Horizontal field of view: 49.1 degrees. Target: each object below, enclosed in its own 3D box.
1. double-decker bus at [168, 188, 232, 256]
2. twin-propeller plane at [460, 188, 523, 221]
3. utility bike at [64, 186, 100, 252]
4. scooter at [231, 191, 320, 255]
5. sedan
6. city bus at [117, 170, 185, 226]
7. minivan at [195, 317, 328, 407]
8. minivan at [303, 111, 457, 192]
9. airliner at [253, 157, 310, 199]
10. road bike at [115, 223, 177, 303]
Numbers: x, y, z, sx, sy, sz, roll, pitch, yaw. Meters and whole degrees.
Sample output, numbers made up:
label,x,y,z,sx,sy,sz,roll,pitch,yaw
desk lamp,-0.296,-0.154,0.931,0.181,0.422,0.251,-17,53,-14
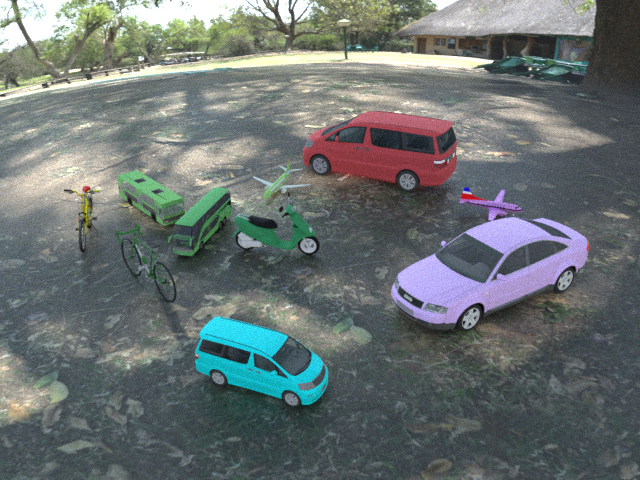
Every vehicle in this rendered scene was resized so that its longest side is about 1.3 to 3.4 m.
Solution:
label,x,y,z,sx,sy,sz,roll,pitch,yaw
double-decker bus,-1.910,-0.301,11.388,0.389,0.541,1.672,8,28,14
twin-propeller plane,3.000,-0.660,12.222,1.095,0.407,1.370,10,29,19
utility bike,-3.738,-0.464,11.262,0.535,0.946,1.435,-4,28,-9
scooter,-0.694,-0.221,10.826,1.399,0.919,0.662,4,28,8
sedan,2.412,0.326,9.753,3.137,0.940,1.235,-17,32,-29
city bus,-2.984,-0.736,12.310,0.476,0.460,1.674,-21,34,-35
minivan,-0.666,1.379,8.083,1.548,0.616,0.681,11,30,20
minivan,1.121,-1.836,13.624,3.011,1.197,1.324,13,30,23
airliner,-0.785,-1.147,13.132,1.161,0.429,1.307,9,29,17
road bike,-2.451,0.306,9.887,0.358,0.852,1.545,-22,35,-36
